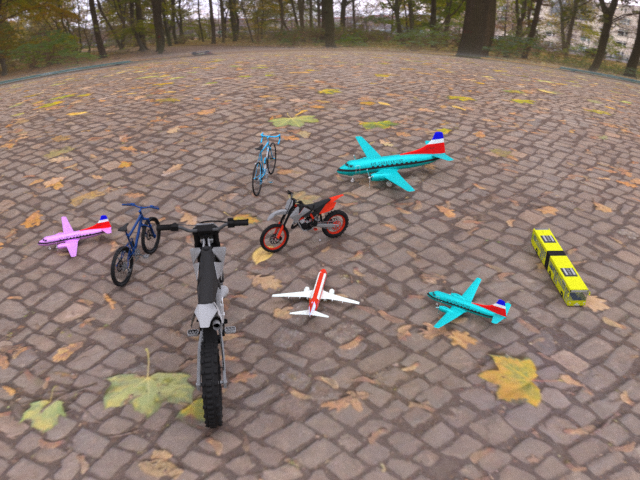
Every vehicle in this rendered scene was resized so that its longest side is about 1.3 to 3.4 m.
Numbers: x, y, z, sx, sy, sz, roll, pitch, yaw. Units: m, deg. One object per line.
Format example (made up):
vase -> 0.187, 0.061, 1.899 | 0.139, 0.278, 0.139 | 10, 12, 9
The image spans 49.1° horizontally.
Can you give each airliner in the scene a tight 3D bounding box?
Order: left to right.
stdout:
airliner -> -0.038, 0.627, 9.303 | 1.161, 0.429, 1.307 | 4, 29, 8

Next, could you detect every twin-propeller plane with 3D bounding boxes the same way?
twin-propeller plane -> -3.734, -0.111, 10.650 | 1.095, 0.407, 1.370 | -12, 31, -20
twin-propeller plane -> 1.319, -1.505, 12.755 | 2.129, 0.792, 2.663 | -8, 30, -15
twin-propeller plane -> 1.879, 0.799, 9.019 | 1.095, 0.407, 1.370 | 18, 34, 29

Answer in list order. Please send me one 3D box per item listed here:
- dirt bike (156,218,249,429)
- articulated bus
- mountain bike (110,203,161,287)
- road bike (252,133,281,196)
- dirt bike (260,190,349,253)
dirt bike -> -1.267, 0.676, 7.946 | 1.024, 1.666, 2.903 | -4, 29, -7
articulated bus -> 3.374, 0.350, 9.945 | 0.311, 0.289, 1.749 | -1, 29, -1
mountain bike -> -2.615, 0.013, 9.955 | 0.573, 0.868, 1.469 | 7, 30, 12
road bike -> -0.989, -1.393, 12.492 | 0.358, 0.852, 1.545 | 6, 30, 10
dirt bike -> -0.218, -0.303, 10.533 | 1.493, 0.857, 0.527 | -14, 32, -24
